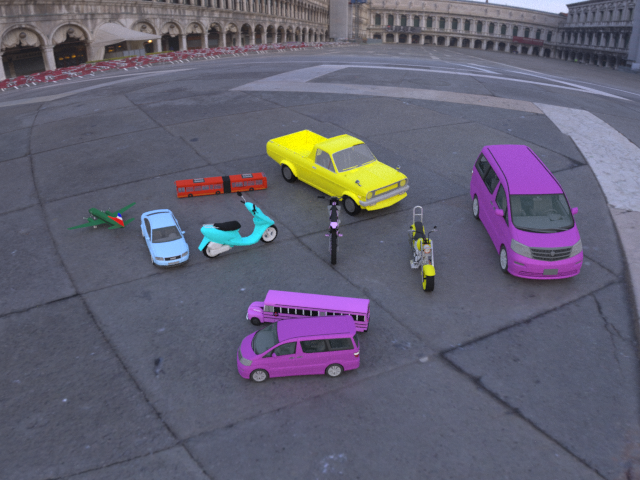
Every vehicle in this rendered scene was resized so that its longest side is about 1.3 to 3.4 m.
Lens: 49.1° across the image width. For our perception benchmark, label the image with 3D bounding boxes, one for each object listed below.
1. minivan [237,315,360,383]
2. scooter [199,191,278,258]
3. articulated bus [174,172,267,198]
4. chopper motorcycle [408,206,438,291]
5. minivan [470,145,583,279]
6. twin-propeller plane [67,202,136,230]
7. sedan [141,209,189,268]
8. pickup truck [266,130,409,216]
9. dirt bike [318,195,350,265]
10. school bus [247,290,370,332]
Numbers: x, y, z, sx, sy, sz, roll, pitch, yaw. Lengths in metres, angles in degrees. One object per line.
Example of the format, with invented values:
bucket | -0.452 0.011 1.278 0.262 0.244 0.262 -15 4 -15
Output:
minivan | -0.280 1.345 8.849 1.548 0.616 0.681 -3 29 -5
scooter | -1.320 -0.232 11.353 1.399 0.919 0.662 -16 33 -26
articulated bus | -1.902 -1.059 13.474 1.749 0.289 0.311 -7 30 -12
chopper motorcycle | 1.599 0.124 10.878 0.466 0.761 1.563 -1 29 -1
minivan | 3.371 -0.528 11.597 1.324 1.197 3.011 -1 29 -2
twin-propeller plane | -3.741 -0.425 12.220 1.095 0.407 1.370 24 37 35
sedan | -2.574 -0.089 11.543 0.635 0.483 1.613 -11 31 -18
pickup truck | 0.273 -1.480 13.504 1.244 0.993 3.117 -22 36 -34
dirt bike | 0.220 -0.264 11.473 0.527 0.857 1.493 0 29 1
school bus | -0.172 0.985 9.677 1.708 0.434 0.365 5 30 9
